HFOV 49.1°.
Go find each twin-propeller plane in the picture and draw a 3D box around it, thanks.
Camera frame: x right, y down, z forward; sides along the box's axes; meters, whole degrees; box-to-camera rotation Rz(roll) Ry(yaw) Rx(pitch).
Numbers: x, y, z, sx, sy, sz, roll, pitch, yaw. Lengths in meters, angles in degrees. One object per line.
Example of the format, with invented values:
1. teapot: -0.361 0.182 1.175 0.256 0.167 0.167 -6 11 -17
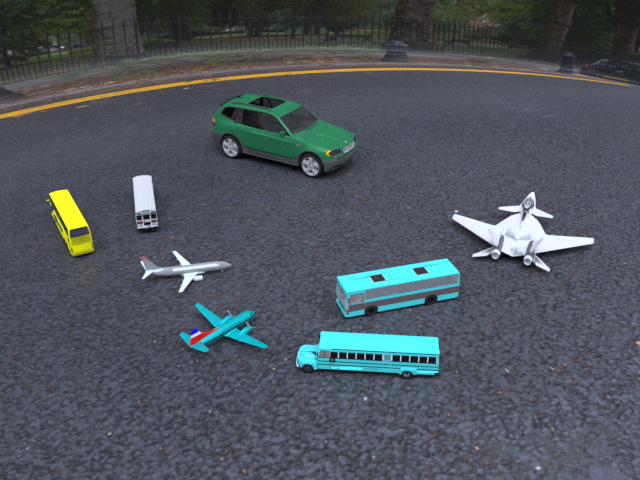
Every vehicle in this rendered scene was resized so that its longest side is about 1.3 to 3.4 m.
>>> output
1. twin-propeller plane: -1.227 1.098 8.944 1.370 0.407 1.095 25 38 36

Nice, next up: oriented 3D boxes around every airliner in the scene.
1. airliner: -1.951 0.348 10.243 1.307 0.429 1.161 -7 30 -13

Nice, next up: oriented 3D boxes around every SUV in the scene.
1. SUV: -0.738 -2.173 13.976 3.058 1.128 1.276 16 33 26

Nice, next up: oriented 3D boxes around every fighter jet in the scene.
1. fighter jet: 3.337 -0.404 11.439 2.229 0.557 2.640 11 31 19

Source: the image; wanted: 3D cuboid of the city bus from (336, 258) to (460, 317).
1. city bus: 1.072 0.669 9.646 1.674 0.460 0.476 -9 31 -15

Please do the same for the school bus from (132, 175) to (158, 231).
1. school bus: -3.020 -0.688 12.064 0.365 0.434 1.708 -7 30 -13

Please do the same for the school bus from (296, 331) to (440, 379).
1. school bus: 0.569 1.374 8.431 1.708 0.434 0.365 2 30 4

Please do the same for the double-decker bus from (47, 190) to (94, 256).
1. double-decker bus: -4.041 -0.312 11.293 0.389 0.541 1.672 -16 33 -25
